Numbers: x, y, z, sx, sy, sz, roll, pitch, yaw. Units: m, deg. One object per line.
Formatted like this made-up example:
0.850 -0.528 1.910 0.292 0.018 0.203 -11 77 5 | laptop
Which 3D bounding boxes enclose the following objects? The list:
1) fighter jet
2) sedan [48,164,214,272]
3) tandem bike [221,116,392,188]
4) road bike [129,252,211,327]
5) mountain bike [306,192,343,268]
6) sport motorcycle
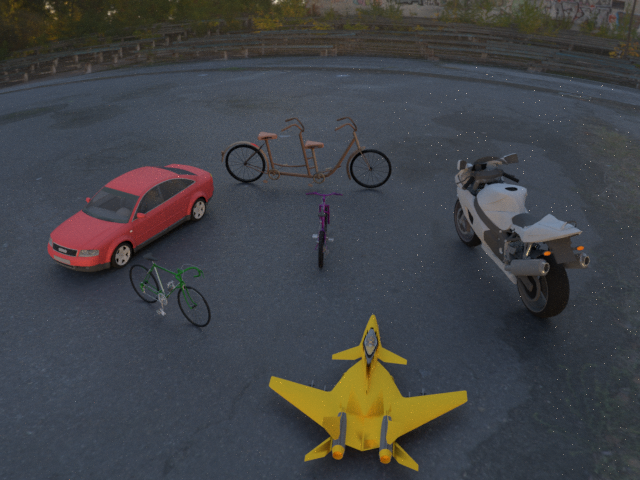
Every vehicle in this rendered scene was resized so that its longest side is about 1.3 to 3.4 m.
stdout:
0.557 1.465 8.039 2.229 0.557 2.640 3 29 6 | fighter jet
-2.975 -0.520 11.277 1.235 0.940 3.137 15 32 26 | sedan
-0.269 -1.611 12.875 3.192 1.326 0.550 3 29 6 | tandem bike
-2.022 0.621 9.278 1.545 0.852 0.358 19 34 31 | road bike
0.049 -0.215 10.793 0.573 0.868 1.469 2 29 3 | mountain bike
2.669 -0.163 9.937 0.983 1.596 2.955 -8 30 -15 | sport motorcycle
